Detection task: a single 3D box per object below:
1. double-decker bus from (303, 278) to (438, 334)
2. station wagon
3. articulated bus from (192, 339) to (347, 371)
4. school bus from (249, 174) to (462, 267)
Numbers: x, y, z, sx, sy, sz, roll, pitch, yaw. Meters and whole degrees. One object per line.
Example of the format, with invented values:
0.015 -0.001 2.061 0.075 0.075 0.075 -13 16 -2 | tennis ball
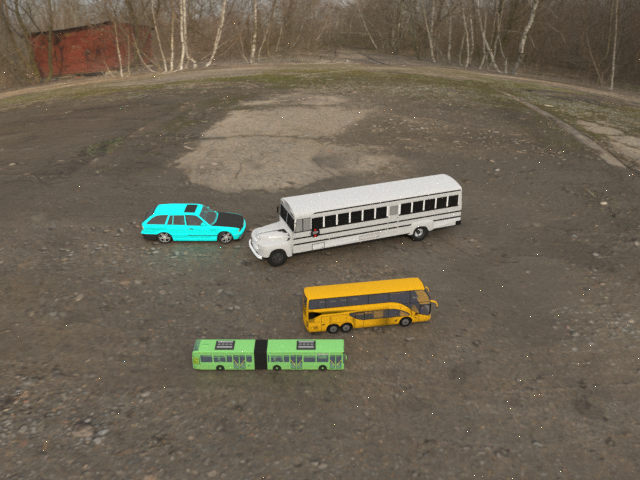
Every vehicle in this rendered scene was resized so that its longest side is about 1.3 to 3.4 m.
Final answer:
0.617 0.811 8.762 1.672 0.541 0.389 -5 27 -9 | double-decker bus
-1.968 -0.285 10.974 1.597 0.473 0.682 0 27 1 | station wagon
-0.574 1.318 8.049 1.749 0.289 0.311 0 27 0 | articulated bus
0.557 -0.343 10.681 3.322 0.844 0.709 -10 29 -18 | school bus
